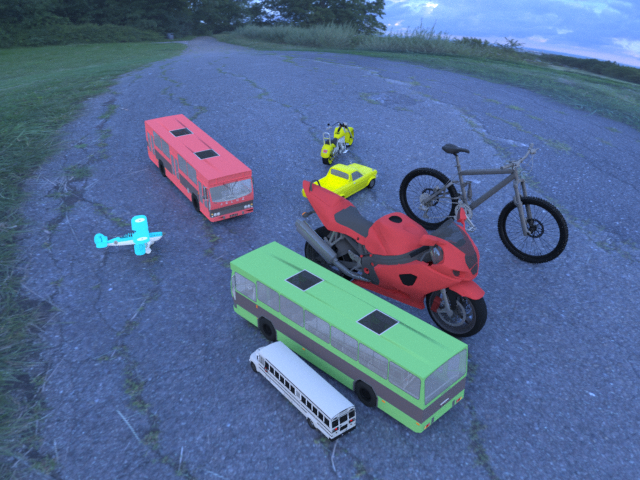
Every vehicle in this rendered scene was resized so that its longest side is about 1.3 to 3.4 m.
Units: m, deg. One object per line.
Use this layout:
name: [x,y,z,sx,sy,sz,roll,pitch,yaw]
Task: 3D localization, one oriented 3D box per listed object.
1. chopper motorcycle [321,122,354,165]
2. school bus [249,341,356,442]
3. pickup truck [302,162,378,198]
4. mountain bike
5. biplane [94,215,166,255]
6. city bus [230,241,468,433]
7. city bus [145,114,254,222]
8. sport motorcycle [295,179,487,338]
chopper motorcycle: [0.383,-2.072,14.272,0.466,0.761,1.563,11,32,19]
school bus: [-0.255,1.660,8.095,0.365,0.434,1.708,-21,36,-32]
pickup truck: [0.384,-1.064,12.766,0.640,0.511,1.603,22,37,34]
mountain bike: [2.492,-0.666,10.890,2.857,1.688,1.114,20,36,31]
biplane: [-2.960,-0.025,10.962,1.090,0.504,1.336,-8,31,-14]
city bus: [0.224,1.099,8.610,0.926,0.894,3.255,-26,39,-37]
city bus: [-2.292,-1.369,12.911,0.926,0.894,3.255,-16,34,-26]
sport motorcycle: [0.932,0.222,9.434,2.955,1.596,0.983,21,36,32]
